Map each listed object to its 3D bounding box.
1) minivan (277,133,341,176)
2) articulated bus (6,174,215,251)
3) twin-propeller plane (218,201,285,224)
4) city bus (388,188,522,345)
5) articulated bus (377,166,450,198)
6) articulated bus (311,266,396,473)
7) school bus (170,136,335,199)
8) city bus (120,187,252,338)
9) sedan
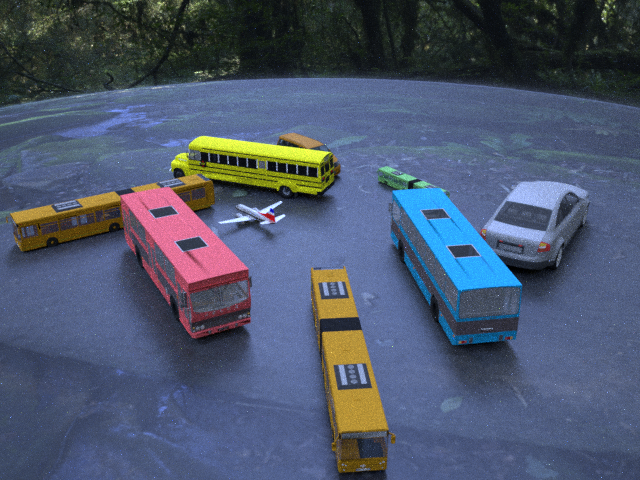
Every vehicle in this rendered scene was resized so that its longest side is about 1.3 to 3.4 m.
[{"bbox_3d":[-0.242,-1.725,14.333,0.681,0.616,1.548,-21,32,-36],"label":"minivan"},{"bbox_3d":[-3.425,-0.509,11.845,3.401,0.561,0.605,-16,30,-30],"label":"articulated bus"},{"bbox_3d":[-1.112,-0.481,11.963,1.370,0.407,1.095,-22,33,-38],"label":"twin-propeller plane"},{"bbox_3d":[1.762,0.279,9.802,0.926,0.894,3.255,-4,26,-8],"label":"city bus"},{"bbox_3d":[1.736,-1.022,13.238,0.311,0.289,1.749,-17,30,-32],"label":"articulated bus"},{"bbox_3d":[0.257,1.291,8.066,0.605,0.561,3.401,-2,26,-5],"label":"articulated bus"},{"bbox_3d":[-1.378,-1.431,13.451,3.322,0.844,0.709,10,27,20],"label":"school bus"},{"bbox_3d":[-1.985,0.230,9.906,0.926,0.894,3.255,-13,28,-26],"label":"city bus"},{"bbox_3d":[3.526,-0.441,11.261,1.235,0.940,3.137,15,29,28],"label":"sedan"}]
